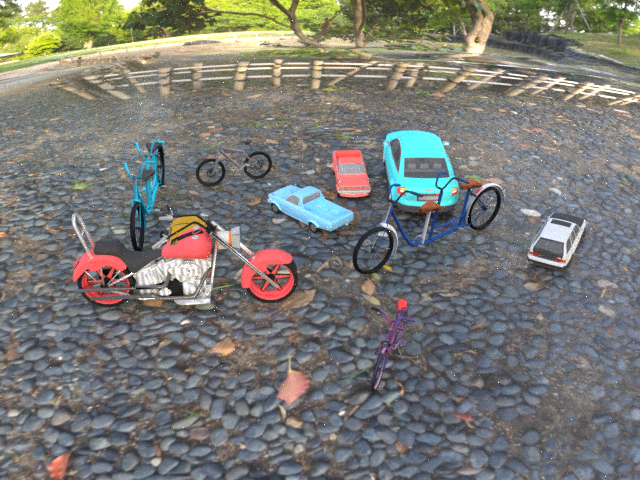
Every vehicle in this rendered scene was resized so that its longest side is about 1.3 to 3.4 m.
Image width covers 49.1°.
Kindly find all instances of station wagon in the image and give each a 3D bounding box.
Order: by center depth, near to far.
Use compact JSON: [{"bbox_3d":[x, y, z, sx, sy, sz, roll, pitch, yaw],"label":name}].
[{"bbox_3d":[3.786,-0.081,11.081,0.682,0.473,1.597,16,34,25],"label":"station wagon"}]

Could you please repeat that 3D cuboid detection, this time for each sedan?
[{"bbox_3d":[-2.087,-0.002,10.936,0.635,0.483,1.613,-3,30,-5],"label":"sedan"},{"bbox_3d":[1.824,-1.461,12.977,1.235,0.940,3.137,0,30,0],"label":"sedan"}]

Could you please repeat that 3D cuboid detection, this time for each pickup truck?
[{"bbox_3d":[-0.179,-0.584,11.903,0.640,0.511,1.603,-26,39,-37],"label":"pickup truck"},{"bbox_3d":[0.572,-1.309,13.142,0.640,0.511,1.603,-2,30,-3],"label":"pickup truck"}]

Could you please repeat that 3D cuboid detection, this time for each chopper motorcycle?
[{"bbox_3d":[-1.827,0.251,9.519,3.040,1.480,0.906,-3,30,-5],"label":"chopper motorcycle"}]

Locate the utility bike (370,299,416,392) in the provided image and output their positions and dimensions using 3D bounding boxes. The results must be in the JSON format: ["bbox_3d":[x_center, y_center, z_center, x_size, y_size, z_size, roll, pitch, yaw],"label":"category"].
[{"bbox_3d":[0.914,1.157,8.499,0.535,0.946,1.435,11,32,18],"label":"utility bike"}]

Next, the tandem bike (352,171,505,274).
[{"bbox_3d":[1.780,-0.422,10.821,3.192,1.326,0.550,-20,36,-30],"label":"tandem bike"}]

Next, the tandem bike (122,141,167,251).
[{"bbox_3d":[-2.914,-1.028,11.855,0.550,1.326,3.192,-2,30,-3],"label":"tandem bike"}]

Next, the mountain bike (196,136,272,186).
[{"bbox_3d":[-1.606,-1.472,13.067,1.469,0.868,0.573,-11,32,-18],"label":"mountain bike"}]
